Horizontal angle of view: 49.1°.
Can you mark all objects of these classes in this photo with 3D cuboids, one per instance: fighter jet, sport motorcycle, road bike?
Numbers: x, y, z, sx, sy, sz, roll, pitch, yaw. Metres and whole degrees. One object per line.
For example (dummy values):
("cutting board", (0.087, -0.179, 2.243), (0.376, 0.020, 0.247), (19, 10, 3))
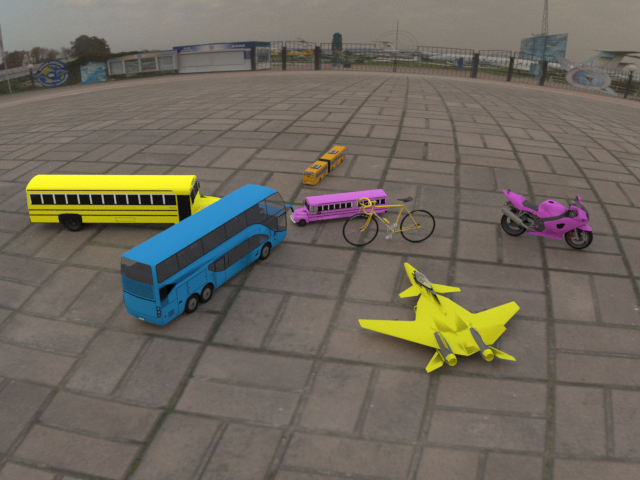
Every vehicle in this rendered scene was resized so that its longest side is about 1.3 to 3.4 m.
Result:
("fighter jet", (1.572, 0.780, 9.513), (2.229, 0.557, 2.640), (-5, 27, -11))
("sport motorcycle", (3.701, -0.345, 11.446), (1.520, 0.821, 0.506), (14, 30, 25))
("road bike", (1.128, -0.308, 11.339), (1.545, 0.852, 0.358), (-4, 27, -7))

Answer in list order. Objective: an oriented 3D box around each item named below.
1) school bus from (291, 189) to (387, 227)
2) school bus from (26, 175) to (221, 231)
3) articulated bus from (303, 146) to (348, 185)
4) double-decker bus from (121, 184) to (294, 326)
("school bus", (0.330, -0.579, 12.337), (1.708, 0.434, 0.365), (-7, 28, -14))
("school bus", (-3.257, -0.658, 12.039), (3.322, 0.844, 0.709), (0, 27, 1))
("articulated bus", (0.117, -1.552, 14.423), (0.311, 0.289, 1.749), (11, 29, 20))
("double-decker bus", (-1.553, 0.092, 10.326), (0.756, 1.052, 3.251), (15, 30, 27))
